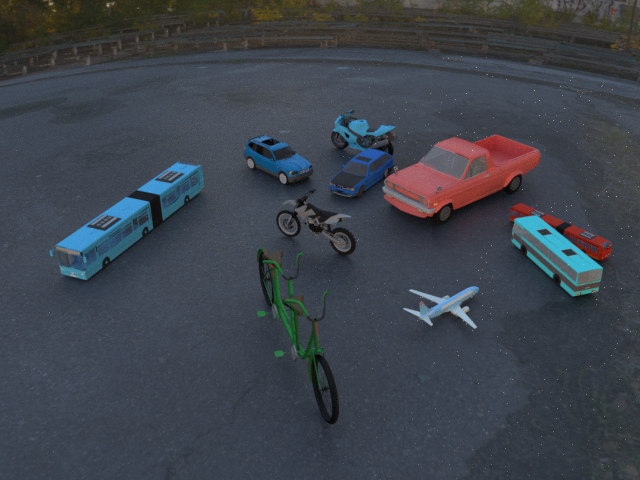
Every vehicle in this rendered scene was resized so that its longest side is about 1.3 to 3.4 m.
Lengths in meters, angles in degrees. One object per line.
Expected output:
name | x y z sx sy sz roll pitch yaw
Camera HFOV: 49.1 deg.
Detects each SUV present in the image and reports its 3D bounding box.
SUV | -0.820 -1.579 13.488 0.656 0.580 1.572 -25 38 -37

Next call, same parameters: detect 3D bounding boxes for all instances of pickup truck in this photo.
pickup truck | 2.587 -1.265 12.529 3.117 0.993 1.244 -22 37 -33

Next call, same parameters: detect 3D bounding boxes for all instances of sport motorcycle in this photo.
sport motorcycle | 0.858 -2.110 14.169 1.520 0.821 0.506 20 36 31

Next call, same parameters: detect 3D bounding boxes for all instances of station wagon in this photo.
station wagon | 0.787 -1.293 13.099 0.682 0.473 1.597 18 34 28

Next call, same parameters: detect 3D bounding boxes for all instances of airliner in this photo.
airliner | 1.761 0.792 9.521 1.307 0.429 1.161 -23 37 -35

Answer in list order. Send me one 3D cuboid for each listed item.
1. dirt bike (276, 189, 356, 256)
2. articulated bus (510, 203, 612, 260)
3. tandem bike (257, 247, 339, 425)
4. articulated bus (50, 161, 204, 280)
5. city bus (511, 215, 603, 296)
dirt bike | -0.085 -0.284 10.962 1.493 0.857 0.527 18 35 28
articulated bus | 3.843 -0.154 11.306 0.311 0.289 1.749 -22 37 -33
tandem bike | -0.340 0.836 8.548 0.550 1.326 3.192 -10 31 -16
articulated bus | -2.995 -0.420 11.494 0.605 0.561 3.401 12 32 19
city bus | 3.497 0.225 10.475 0.476 0.460 1.674 -9 31 -15
